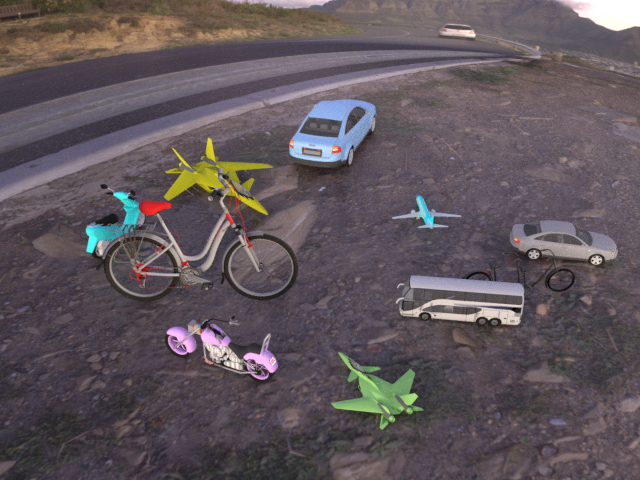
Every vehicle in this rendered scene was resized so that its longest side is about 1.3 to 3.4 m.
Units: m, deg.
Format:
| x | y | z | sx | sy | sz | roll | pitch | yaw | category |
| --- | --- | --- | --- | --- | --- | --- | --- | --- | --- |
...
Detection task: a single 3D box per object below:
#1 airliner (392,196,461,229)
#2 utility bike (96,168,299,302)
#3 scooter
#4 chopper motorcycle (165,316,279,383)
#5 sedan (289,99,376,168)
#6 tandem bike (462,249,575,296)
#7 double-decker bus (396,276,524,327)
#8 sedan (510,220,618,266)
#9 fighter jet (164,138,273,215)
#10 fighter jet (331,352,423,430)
| x | y | z | sx | sy | sz | roll | pitch | yaw | category |
| --- | --- | --- | --- | --- | --- | --- | --- | --- | --- |
| 1.782 | -0.541 | 11.807 | 1.161 | 0.429 | 1.307 | -2 | 31 | -3 | airliner |
| -1.690 | -0.010 | 9.543 | 2.791 | 1.839 | 1.039 | 0 | 31 | -1 | utility bike |
| -3.213 | -0.349 | 11.009 | 0.662 | 0.919 | 1.399 | 12 | 33 | 20 | scooter |
| -1.224 | 1.256 | 8.474 | 1.563 | 0.761 | 0.466 | 14 | 33 | 22 | chopper motorcycle |
| 0.332 | -2.373 | 14.378 | 1.235 | 0.940 | 3.137 | 10 | 32 | 16 | sedan |
| 2.810 | 0.474 | 9.862 | 1.642 | 0.682 | 0.283 | -2 | 31 | -3 | tandem bike |
| 1.871 | 0.812 | 9.432 | 1.672 | 0.541 | 0.389 | 4 | 31 | 7 | double-decker bus |
| 3.779 | -0.002 | 10.853 | 1.613 | 0.483 | 0.635 | 5 | 31 | 9 | sedan |
| -1.692 | -1.106 | 12.630 | 2.229 | 0.557 | 2.640 | -22 | 37 | -32 | fighter jet |
| 0.585 | 1.637 | 8.298 | 1.147 | 0.286 | 1.358 | -17 | 35 | -26 | fighter jet |
